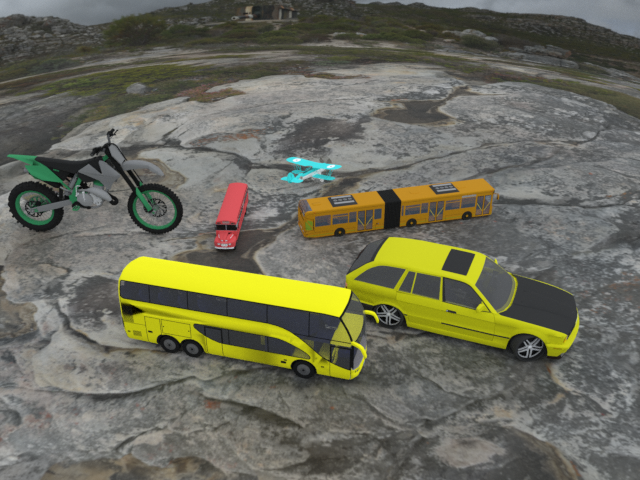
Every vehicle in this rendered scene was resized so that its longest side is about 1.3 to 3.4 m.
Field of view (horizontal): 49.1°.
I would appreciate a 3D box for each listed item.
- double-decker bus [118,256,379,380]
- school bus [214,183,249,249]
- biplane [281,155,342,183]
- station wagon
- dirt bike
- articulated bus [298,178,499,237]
[{"bbox_3d":[-0.928,0.976,8.796,3.251,1.052,0.756,8,31,13],"label":"double-decker bus"},{"bbox_3d":[-1.482,-0.407,11.766,0.365,0.434,1.708,1,30,2],"label":"school bus"},{"bbox_3d":[-0.238,-1.265,13.160,1.336,0.504,1.090,25,38,36],"label":"biplane"},{"bbox_3d":[1.891,0.684,9.423,3.105,0.920,1.327,12,32,19],"label":"station wagon"},{"bbox_3d":[-3.683,-0.855,11.311,2.903,1.666,1.024,2,30,3],"label":"dirt bike"},{"bbox_3d":[1.333,-0.548,11.881,3.401,0.561,0.605,-8,31,-13],"label":"articulated bus"}]
